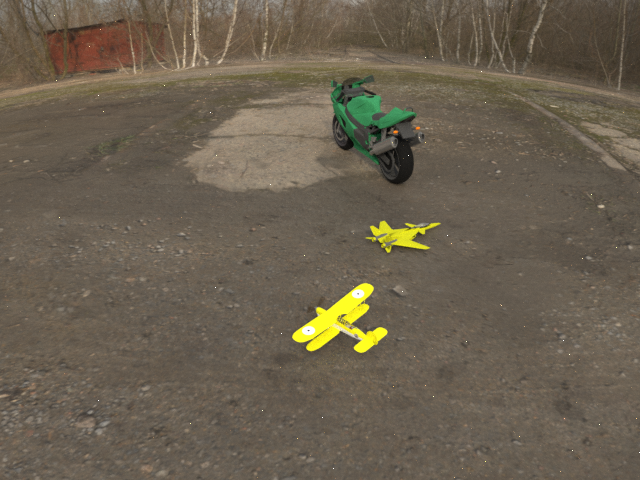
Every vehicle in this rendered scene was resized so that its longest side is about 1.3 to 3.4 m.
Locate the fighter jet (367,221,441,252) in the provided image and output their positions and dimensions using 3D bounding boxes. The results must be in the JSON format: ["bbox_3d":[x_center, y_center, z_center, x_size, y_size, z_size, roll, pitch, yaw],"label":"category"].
[{"bbox_3d":[1.446,-0.178,11.299,1.358,0.286,1.147,-17,32,-29],"label":"fighter jet"}]

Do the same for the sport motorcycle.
[{"bbox_3d":[0.993,-2.221,13.762,0.983,1.596,2.955,-13,31,-23],"label":"sport motorcycle"}]

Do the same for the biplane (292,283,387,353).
[{"bbox_3d":[0.293,1.075,8.695,1.336,0.504,1.090,-25,37,-38],"label":"biplane"}]
